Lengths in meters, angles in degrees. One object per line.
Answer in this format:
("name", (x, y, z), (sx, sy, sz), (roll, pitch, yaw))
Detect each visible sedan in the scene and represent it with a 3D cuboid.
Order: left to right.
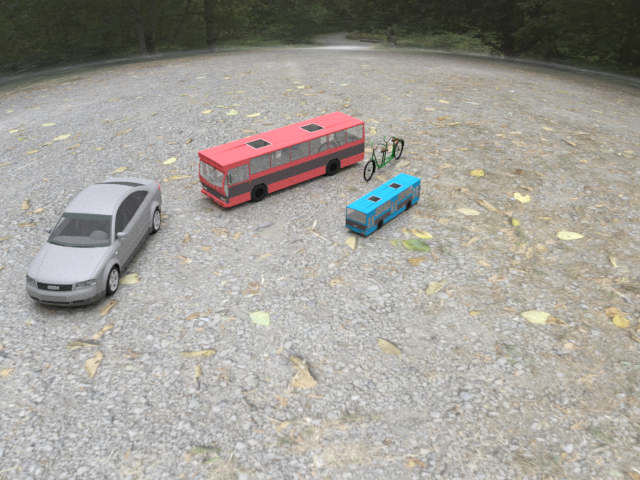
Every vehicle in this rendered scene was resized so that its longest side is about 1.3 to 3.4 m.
("sedan", (-3.321, -0.158, 10.502), (1.235, 0.940, 3.137), (4, 30, 6))

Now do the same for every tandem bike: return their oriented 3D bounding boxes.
("tandem bike", (1.245, -1.668, 13.394), (0.283, 0.682, 1.642), (17, 34, 28))

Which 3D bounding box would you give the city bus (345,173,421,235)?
("city bus", (1.083, -0.598, 11.750), (0.476, 0.460, 1.674), (21, 36, 32))

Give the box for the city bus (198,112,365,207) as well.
("city bus", (-0.627, -1.498, 12.884), (3.255, 0.894, 0.926), (-23, 37, -34))
